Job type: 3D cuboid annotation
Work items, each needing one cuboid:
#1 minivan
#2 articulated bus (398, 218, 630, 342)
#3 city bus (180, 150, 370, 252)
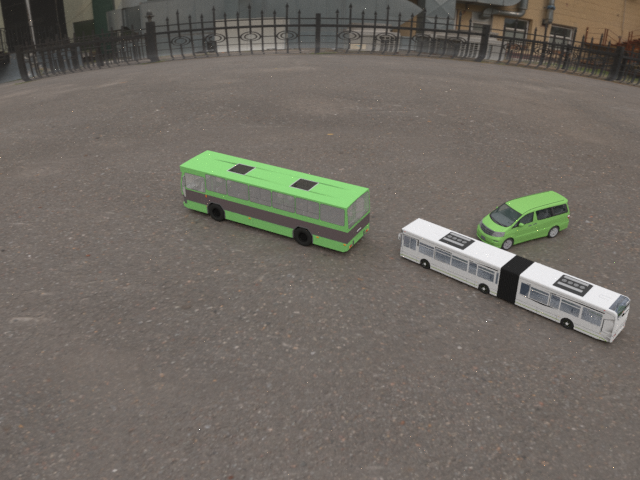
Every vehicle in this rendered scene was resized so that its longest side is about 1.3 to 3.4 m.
[{"bbox_3d":[3.323,-0.338,11.447,1.548,0.616,0.681,-13,33,-21],"label":"minivan"},{"bbox_3d":[2.640,0.498,10.058,3.401,0.561,0.605,24,38,35],"label":"articulated bus"},{"bbox_3d":[-0.797,-0.658,11.721,3.255,0.894,0.926,16,34,25],"label":"city bus"}]
